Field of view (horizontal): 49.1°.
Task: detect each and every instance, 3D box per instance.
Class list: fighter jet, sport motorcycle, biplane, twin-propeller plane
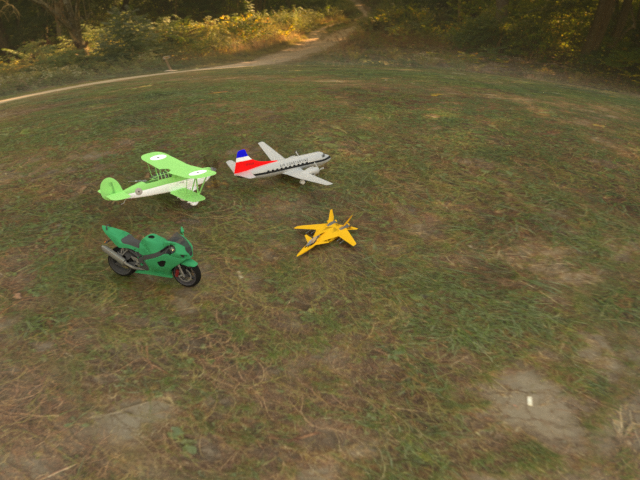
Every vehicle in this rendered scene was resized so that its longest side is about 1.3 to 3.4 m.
[{"bbox_3d":[0.014,-0.088,11.194,1.147,0.286,1.358,17,32,29],"label":"fighter jet"},{"bbox_3d":[-2.409,0.221,10.018,1.520,0.821,0.506,9,29,16],"label":"sport motorcycle"},{"bbox_3d":[-2.772,-0.992,12.182,2.120,0.981,2.598,-18,32,-30],"label":"biplane"},{"bbox_3d":[-0.684,-1.513,13.393,2.129,0.792,2.663,-16,32,-28],"label":"twin-propeller plane"}]
